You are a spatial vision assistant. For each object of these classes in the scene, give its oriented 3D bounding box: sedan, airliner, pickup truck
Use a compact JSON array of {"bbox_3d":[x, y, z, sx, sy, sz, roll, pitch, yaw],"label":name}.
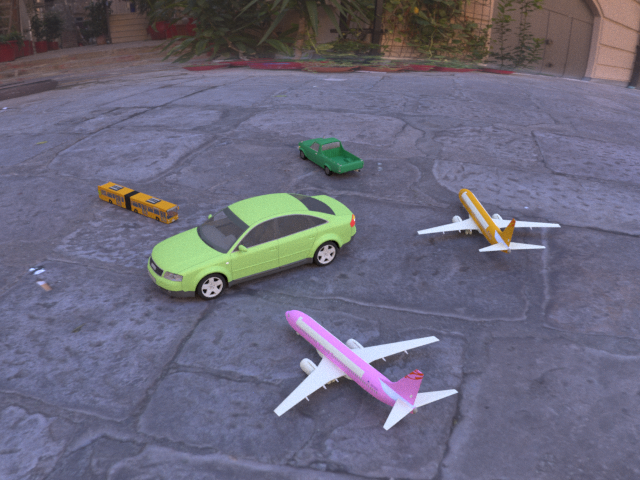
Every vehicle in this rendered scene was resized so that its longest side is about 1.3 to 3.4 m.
[{"bbox_3d":[-0.950,-0.051,10.136,3.137,0.940,1.235,-16,32,-27],"label":"sedan"},{"bbox_3d":[0.304,1.207,7.906,2.257,0.835,2.541,-18,33,-31],"label":"airliner"},{"bbox_3d":[0.187,-1.684,13.627,0.640,0.511,1.603,-16,32,-27],"label":"pickup truck"},{"bbox_3d":[2.596,-0.467,11.020,2.257,0.835,2.541,-3,28,-5],"label":"airliner"}]

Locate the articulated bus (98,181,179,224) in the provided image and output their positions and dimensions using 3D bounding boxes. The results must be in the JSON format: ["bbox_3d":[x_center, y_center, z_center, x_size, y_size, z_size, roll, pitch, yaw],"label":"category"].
[{"bbox_3d":[-3.115,-0.647,11.932,1.749,0.289,0.311,18,33,31],"label":"articulated bus"}]
